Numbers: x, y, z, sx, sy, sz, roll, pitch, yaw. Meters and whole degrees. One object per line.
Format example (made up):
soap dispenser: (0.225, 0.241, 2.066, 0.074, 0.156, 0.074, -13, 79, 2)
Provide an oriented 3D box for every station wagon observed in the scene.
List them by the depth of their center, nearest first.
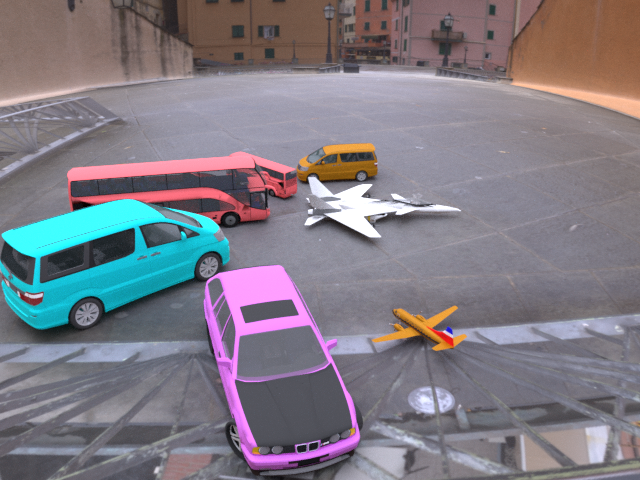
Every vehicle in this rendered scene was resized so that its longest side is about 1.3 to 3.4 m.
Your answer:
station wagon: (-0.524, 1.185, 7.598, 1.327, 0.920, 3.105, -7, 27, -14)

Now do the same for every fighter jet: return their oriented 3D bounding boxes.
fighter jet: (1.069, -0.655, 11.782, 2.640, 0.557, 2.229, 0, 26, 0)

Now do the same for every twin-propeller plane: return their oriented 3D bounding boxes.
twin-propeller plane: (1.239, 1.029, 8.501, 1.370, 0.407, 1.095, -17, 31, -31)

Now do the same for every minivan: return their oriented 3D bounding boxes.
minivan: (-2.652, 0.144, 9.415, 3.011, 1.197, 1.324, -22, 34, -38)
minivan: (0.320, -1.482, 13.411, 1.548, 0.616, 0.681, -4, 26, -7)

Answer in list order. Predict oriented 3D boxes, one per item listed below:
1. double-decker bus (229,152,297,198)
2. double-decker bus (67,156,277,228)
double-decker bus: (-1.119, -1.224, 12.966, 1.672, 0.541, 0.389, 22, 33, 37)
double-decker bus: (-2.353, -0.728, 11.367, 3.251, 1.052, 0.756, -6, 27, -11)
